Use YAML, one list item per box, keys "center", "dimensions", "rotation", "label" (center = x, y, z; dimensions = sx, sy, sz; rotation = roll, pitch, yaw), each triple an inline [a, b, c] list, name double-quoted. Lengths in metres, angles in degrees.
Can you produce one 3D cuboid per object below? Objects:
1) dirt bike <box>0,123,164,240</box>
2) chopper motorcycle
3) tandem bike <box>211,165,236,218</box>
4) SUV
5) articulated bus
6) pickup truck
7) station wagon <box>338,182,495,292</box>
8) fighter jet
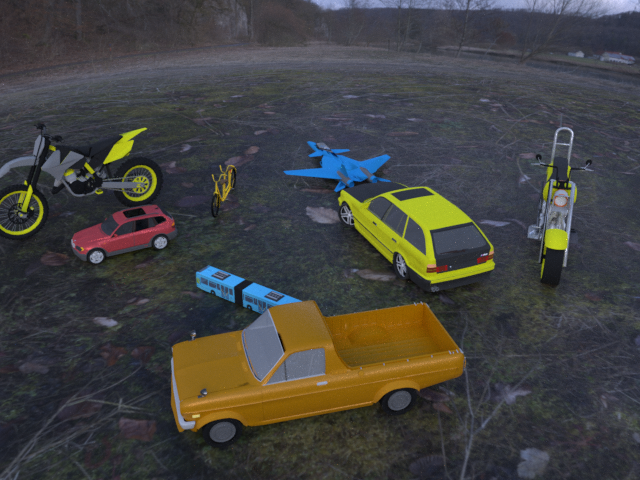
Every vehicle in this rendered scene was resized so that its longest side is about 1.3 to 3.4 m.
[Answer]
- center: [-3.882, -1.030, 11.232]
  dimensions: [2.903, 1.666, 1.024]
  rotation: [-20, 33, -33]
  label: "dirt bike"
- center: [3.582, -0.581, 10.567]
  dimensions: [0.906, 1.480, 3.040]
  rotation: [8, 28, 15]
  label: "chopper motorcycle"
- center: [-1.669, -0.974, 12.197]
  dimensions: [0.283, 0.682, 1.642]
  rotation: [3, 28, 7]
  label: "tandem bike"
- center: [-2.982, -0.129, 10.672]
  dimensions: [1.572, 0.580, 0.656]
  rotation: [-14, 30, -25]
  label: "SUV"
- center: [-0.931, 0.736, 9.316]
  dimensions: [1.749, 0.289, 0.311]
  rotation: [18, 32, 31]
  label: "articulated bus"
- center: [-0.052, 1.258, 7.537]
  dimensions: [3.117, 0.993, 1.244]
  rotation: [-7, 28, -13]
  label: "pickup truck"
- center: [1.346, -0.314, 10.660]
  dimensions: [1.327, 0.920, 3.105]
  rotation: [-11, 29, -20]
  label: "station wagon"
- center: [0.274, -1.682, 13.703]
  dimensions: [2.229, 0.557, 2.640]
  rotation: [-12, 29, -21]
  label: "fighter jet"
